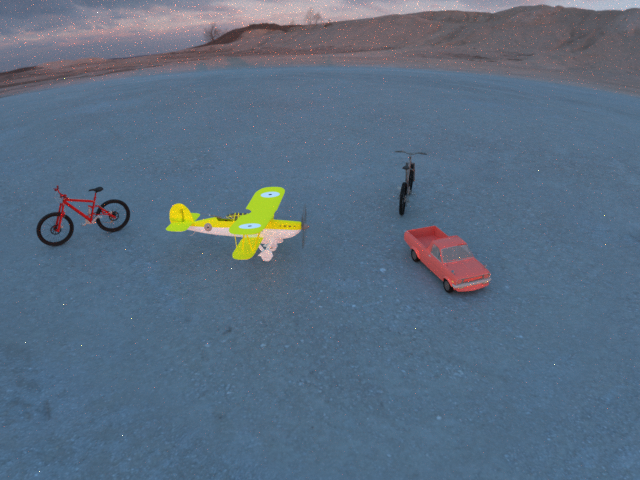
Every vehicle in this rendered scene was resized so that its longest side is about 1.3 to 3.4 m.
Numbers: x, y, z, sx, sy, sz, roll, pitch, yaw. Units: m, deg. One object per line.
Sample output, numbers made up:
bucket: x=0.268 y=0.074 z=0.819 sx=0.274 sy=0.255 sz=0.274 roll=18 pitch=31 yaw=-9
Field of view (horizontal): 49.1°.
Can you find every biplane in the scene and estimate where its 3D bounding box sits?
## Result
biplane: x=-1.205 y=-0.232 z=10.508 sx=2.120 sy=0.981 sz=2.598 roll=2 pitch=27 yaw=5

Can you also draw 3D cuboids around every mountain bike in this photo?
mountain bike: x=1.528 y=-1.041 z=12.224 sx=0.573 sy=0.868 sz=1.469 roll=7 pitch=28 yaw=13
mountain bike: x=-3.720 y=-0.418 z=10.998 sx=1.469 sy=0.868 sz=0.573 roll=-16 pitch=31 yaw=-29

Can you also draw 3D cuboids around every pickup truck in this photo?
pickup truck: x=1.821 y=0.204 z=10.168 sx=0.640 sy=0.511 sz=1.603 roll=-10 pitch=29 yaw=-19
